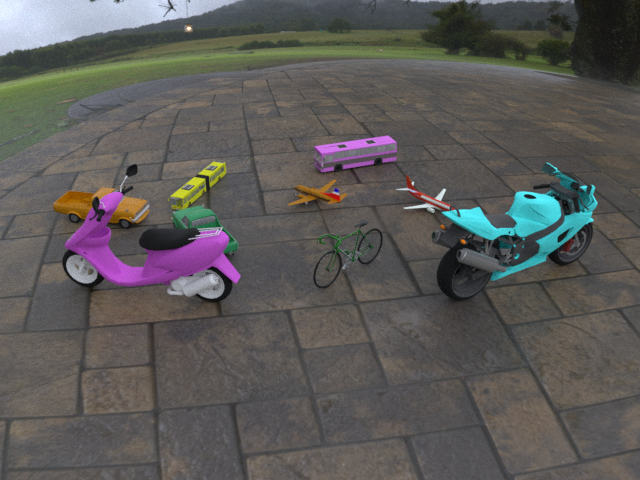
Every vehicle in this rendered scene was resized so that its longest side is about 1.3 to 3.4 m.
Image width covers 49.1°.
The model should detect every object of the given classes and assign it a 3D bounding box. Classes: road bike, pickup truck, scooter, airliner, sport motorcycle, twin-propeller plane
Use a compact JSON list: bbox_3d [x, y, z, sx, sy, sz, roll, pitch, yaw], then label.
[{"bbox_3d":[0.447,0.159,10.541,0.358,0.852,1.545,26,39,37],"label":"road bike"},{"bbox_3d":[-3.825,-0.615,12.244,1.603,0.511,0.640,7,30,11],"label":"pickup truck"},{"bbox_3d":[-2.472,0.010,9.858,2.721,1.786,1.288,6,30,10],"label":"scooter"},{"bbox_3d":[2.018,-0.787,12.627,1.161,0.429,1.307,-25,38,-36],"label":"airliner"},{"bbox_3d":[-1.913,-0.178,11.476,0.640,0.511,1.603,-16,33,-26],"label":"pickup truck"},{"bbox_3d":[2.934,-0.089,10.224,2.955,1.596,0.983,-15,33,-24],"label":"sport motorcycle"},{"bbox_3d":[-0.059,-0.880,12.813,1.095,0.407,1.370,22,36,33],"label":"twin-propeller plane"}]

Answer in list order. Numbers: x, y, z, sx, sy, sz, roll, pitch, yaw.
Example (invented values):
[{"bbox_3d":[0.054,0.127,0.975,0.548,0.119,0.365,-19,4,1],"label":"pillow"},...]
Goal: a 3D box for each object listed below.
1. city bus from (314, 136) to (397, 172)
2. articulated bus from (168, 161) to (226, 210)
[{"bbox_3d":[0.727,-1.739,14.267,1.674,0.460,0.476,-11,31,-18],"label":"city bus"},{"bbox_3d":[-2.277,-1.044,13.220,0.311,0.289,1.749,10,31,17],"label":"articulated bus"}]
